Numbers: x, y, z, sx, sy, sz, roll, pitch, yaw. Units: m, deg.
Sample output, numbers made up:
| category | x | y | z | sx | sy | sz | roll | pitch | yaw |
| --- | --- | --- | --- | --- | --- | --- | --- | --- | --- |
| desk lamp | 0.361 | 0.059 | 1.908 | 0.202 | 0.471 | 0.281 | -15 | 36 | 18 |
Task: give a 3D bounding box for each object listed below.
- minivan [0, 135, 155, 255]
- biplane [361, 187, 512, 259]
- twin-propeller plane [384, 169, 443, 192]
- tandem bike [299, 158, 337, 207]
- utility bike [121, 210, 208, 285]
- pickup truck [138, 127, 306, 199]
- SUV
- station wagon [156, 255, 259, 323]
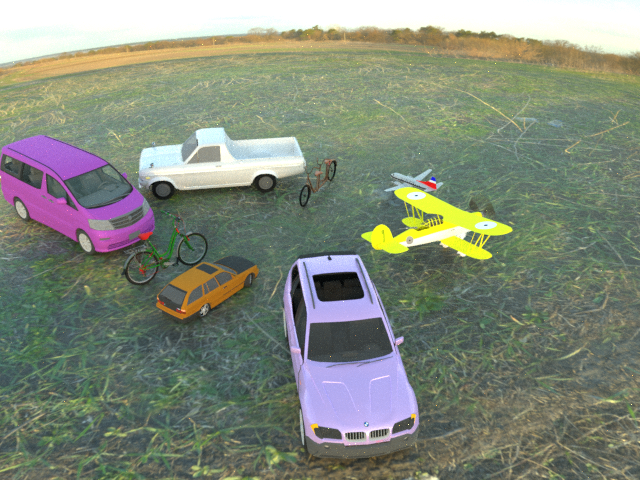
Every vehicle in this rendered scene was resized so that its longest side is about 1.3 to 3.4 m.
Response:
| category | x | y | z | sx | sy | sz | roll | pitch | yaw |
| --- | --- | --- | --- | --- | --- | --- | --- | --- | --- |
| minivan | -4.087 | -0.808 | 11.655 | 3.011 | 1.197 | 1.324 | 21 | 36 | 33 |
| biplane | 1.678 | -0.158 | 10.724 | 2.120 | 0.981 | 2.598 | -14 | 32 | -24 |
| twin-propeller plane | 1.727 | -1.116 | 13.006 | 1.370 | 0.407 | 1.095 | -26 | 39 | -38 |
| tandem bike | -0.017 | -1.179 | 12.838 | 0.283 | 0.682 | 1.642 | 12 | 32 | 21 |
| utility bike | -2.321 | 0.083 | 10.333 | 1.435 | 0.946 | 0.535 | -22 | 36 | -34 |
| pickup truck | -1.852 | -1.528 | 13.140 | 3.117 | 0.993 | 1.244 | -5 | 30 | -9 |
| SUV | 0.260 | 1.183 | 8.196 | 1.276 | 1.128 | 3.058 | -4 | 30 | -7 |
| station wagon | -1.556 | 0.589 | 9.916 | 0.682 | 0.473 | 1.597 | 20 | 35 | 31 |
